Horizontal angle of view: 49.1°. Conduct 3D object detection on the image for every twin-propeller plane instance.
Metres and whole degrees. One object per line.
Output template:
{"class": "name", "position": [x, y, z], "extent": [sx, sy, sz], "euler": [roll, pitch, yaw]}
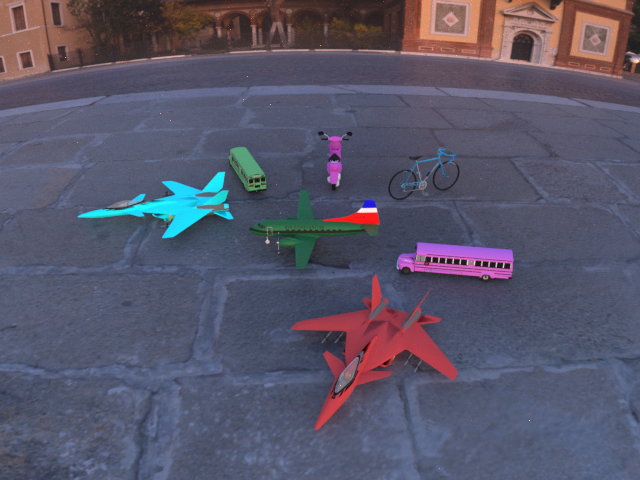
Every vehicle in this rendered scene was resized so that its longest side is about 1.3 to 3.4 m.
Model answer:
{"class": "twin-propeller plane", "position": [-0.098, -0.288, 11.296], "extent": [2.129, 0.792, 2.663], "euler": [0, 29, 0]}

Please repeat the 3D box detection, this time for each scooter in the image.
{"class": "scooter", "position": [0.285, -1.594, 13.484], "extent": [0.662, 0.919, 1.399], "euler": [1, 29, 2]}

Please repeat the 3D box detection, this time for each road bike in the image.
{"class": "road bike", "position": [1.936, -1.215, 12.879], "extent": [1.545, 0.852, 0.358], "euler": [-13, 32, -22]}

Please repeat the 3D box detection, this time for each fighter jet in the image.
{"class": "fighter jet", "position": [-2.892, -0.676, 12.224], "extent": [2.640, 0.557, 2.229], "euler": [-6, 30, -10]}
{"class": "fighter jet", "position": [0.547, 1.355, 8.620], "extent": [2.229, 0.557, 2.640], "euler": [14, 32, 23]}

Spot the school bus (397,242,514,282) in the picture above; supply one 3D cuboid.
{"class": "school bus", "position": [2.028, 0.321, 10.579], "extent": [1.708, 0.434, 0.365], "euler": [5, 30, 8]}

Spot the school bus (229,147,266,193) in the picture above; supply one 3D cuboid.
{"class": "school bus", "position": [-1.444, -1.403, 13.639], "extent": [0.365, 0.434, 1.708], "euler": [-10, 31, -17]}
